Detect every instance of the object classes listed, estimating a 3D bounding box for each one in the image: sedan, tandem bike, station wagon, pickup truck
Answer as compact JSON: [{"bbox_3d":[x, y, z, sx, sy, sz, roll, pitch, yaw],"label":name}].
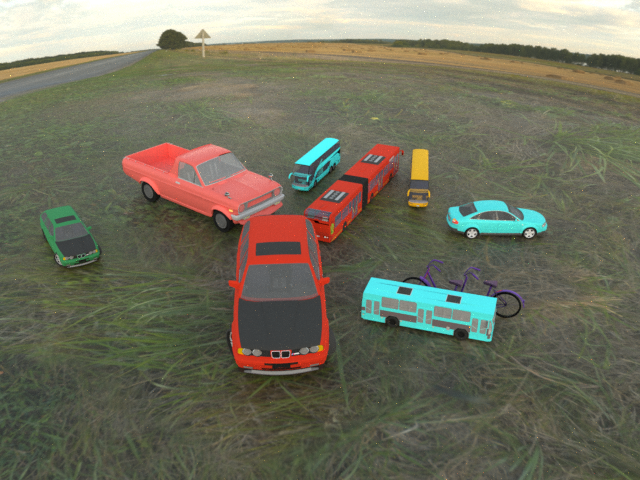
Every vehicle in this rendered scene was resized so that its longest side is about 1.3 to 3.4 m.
[{"bbox_3d":[2.880,-0.363,11.383,1.613,0.483,0.635,0,28,0],"label":"sedan"},{"bbox_3d":[1.877,0.643,9.268,1.642,0.682,0.283,9,29,16],"label":"tandem bike"},{"bbox_3d":[-0.537,0.537,9.213,1.327,0.920,3.105,-2,28,-3],"label":"station wagon"},{"bbox_3d":[-3.918,-0.101,10.898,0.682,0.473,1.597,-16,32,-27],"label":"station wagon"},{"bbox_3d":[-2.101,-1.110,12.249,3.117,0.993,1.244,21,34,34],"label":"pickup truck"}]

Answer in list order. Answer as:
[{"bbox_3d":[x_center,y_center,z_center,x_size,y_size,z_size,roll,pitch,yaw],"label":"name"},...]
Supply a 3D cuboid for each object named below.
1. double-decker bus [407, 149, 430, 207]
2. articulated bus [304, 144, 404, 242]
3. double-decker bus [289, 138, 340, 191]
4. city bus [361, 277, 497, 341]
[{"bbox_3d":[1.810,-1.128,12.767,0.389,0.541,1.672,4,28,7],"label":"double-decker bus"},{"bbox_3d":[0.648,-0.906,12.325,0.605,0.561,3.401,12,30,21],"label":"articulated bus"},{"bbox_3d":[-0.067,-1.438,13.353,0.389,0.541,1.672,11,30,20],"label":"double-decker bus"},{"bbox_3d":[1.395,0.903,9.013,1.674,0.460,0.476,9,29,16],"label":"city bus"}]
